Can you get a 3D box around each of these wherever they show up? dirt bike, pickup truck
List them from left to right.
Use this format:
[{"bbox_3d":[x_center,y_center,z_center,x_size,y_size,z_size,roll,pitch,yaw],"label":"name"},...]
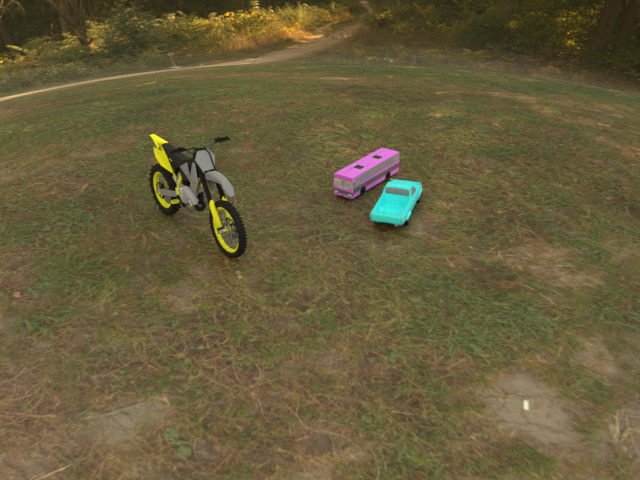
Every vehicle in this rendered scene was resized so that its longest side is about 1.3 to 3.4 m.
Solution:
[{"bbox_3d":[-2.018,-0.849,11.147,1.024,1.666,2.903,-21,34,-34],"label":"dirt bike"},{"bbox_3d":[1.337,-0.699,12.101,0.640,0.511,1.603,9,29,17],"label":"pickup truck"}]

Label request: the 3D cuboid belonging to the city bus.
[{"bbox_3d":[0.897,-1.255,13.208,0.476,0.460,1.674,19,33,31],"label":"city bus"}]
